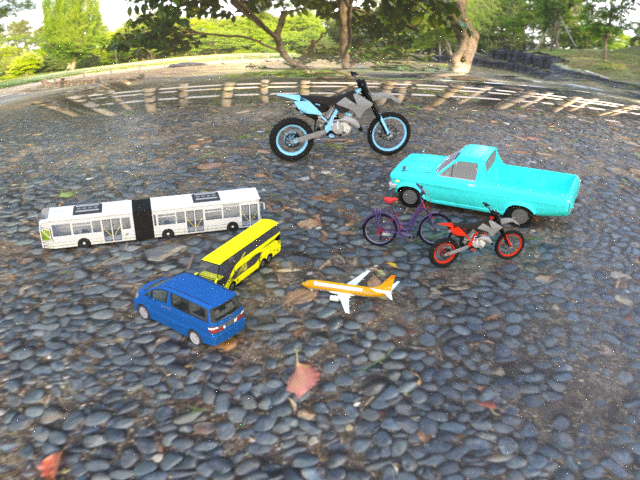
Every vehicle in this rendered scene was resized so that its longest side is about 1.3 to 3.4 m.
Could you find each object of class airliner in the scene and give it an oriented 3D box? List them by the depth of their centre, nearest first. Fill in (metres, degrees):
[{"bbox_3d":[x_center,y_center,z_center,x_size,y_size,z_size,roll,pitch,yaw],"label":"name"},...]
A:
[{"bbox_3d":[0.375,0.572,9.334,1.307,0.429,1.161,8,28,15],"label":"airliner"}]

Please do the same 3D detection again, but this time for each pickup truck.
[{"bbox_3d":[2.771,-1.027,11.904,3.117,0.993,1.244,12,29,22],"label":"pickup truck"}]

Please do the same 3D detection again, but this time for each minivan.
[{"bbox_3d":[-1.665,0.778,8.713,1.548,0.616,0.681,19,32,33],"label":"minivan"}]

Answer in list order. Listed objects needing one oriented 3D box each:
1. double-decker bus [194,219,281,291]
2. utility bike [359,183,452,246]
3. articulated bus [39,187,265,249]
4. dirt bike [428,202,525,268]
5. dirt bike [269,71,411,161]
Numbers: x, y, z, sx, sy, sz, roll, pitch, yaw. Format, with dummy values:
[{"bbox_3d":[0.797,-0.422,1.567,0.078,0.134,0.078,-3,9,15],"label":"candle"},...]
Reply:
[{"bbox_3d":[-1.123,0.252,9.850,0.389,0.541,1.672,14,30,26],"label":"double-decker bus"},{"bbox_3d":[1.311,-0.368,10.638,1.435,0.946,0.535,0,27,0],"label":"utility bike"},{"bbox_3d":[-2.592,-0.353,11.038,3.401,0.561,0.605,-7,27,-13],"label":"articulated bus"},{"bbox_3d":[2.284,-0.050,10.100,1.493,0.857,0.527,-6,27,-12],"label":"dirt bike"},{"bbox_3d":[0.420,-2.422,13.944,2.903,1.666,1.024,-4,27,-8],"label":"dirt bike"}]
